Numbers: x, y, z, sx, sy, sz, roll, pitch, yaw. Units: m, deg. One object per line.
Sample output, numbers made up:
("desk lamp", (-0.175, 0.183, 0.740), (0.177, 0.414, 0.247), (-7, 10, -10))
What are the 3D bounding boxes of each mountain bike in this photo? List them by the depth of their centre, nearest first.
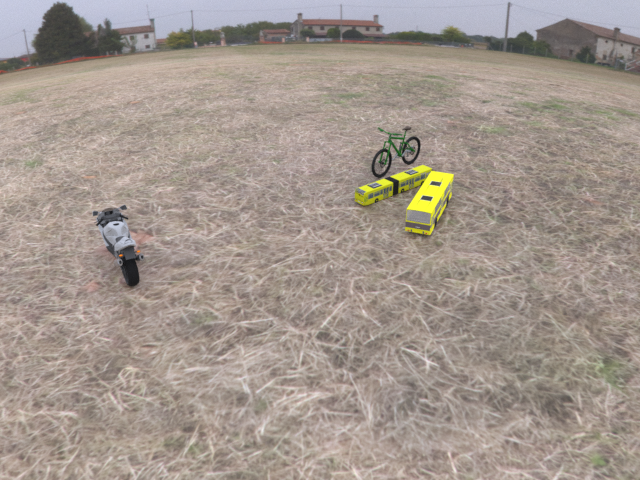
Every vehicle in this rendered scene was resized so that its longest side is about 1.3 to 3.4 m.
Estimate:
("mountain bike", (1.476, -1.739, 13.393), (0.573, 0.868, 1.469), (25, 37, 37))

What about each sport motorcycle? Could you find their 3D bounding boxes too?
("sport motorcycle", (-2.902, 0.056, 10.139), (0.506, 0.821, 1.520), (-14, 32, -24))

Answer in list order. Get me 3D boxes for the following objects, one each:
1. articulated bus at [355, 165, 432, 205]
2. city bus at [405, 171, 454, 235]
("articulated bus", (1.354, -0.997, 12.634), (1.749, 0.289, 0.311), (-22, 35, -34))
("city bus", (1.857, -0.621, 11.764), (0.476, 0.460, 1.674), (11, 30, 19))
